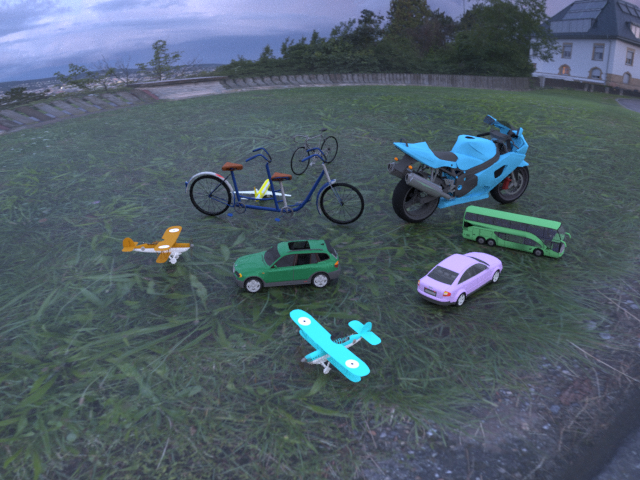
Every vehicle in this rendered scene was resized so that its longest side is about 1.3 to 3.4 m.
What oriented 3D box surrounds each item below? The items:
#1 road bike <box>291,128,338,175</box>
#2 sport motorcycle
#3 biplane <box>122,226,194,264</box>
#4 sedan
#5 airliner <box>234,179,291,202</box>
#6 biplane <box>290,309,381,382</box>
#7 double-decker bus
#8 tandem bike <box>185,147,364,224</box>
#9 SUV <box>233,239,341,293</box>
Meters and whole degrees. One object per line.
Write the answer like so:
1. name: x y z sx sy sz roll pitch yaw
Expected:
1. road bike: -0.101 -1.889 14.600 0.358 0.852 1.545 19 31 35
2. sport motorcycle: 2.538 -1.224 12.327 2.955 1.596 0.983 -11 28 -23
3. biplane: -2.486 0.101 10.809 1.090 0.504 1.336 -1 25 -2
4. sedan: 2.041 0.472 10.051 0.635 0.483 1.613 22 33 39
5. airliner: -1.092 -1.014 13.246 1.161 0.429 1.307 4 26 8
6. biplane: 0.222 1.271 8.342 1.090 0.504 1.336 -19 31 -35
7. double-decker bus: 3.133 -0.130 11.253 1.672 0.541 0.389 13 28 26
8. tandem bike: -0.814 -0.952 12.070 3.192 1.326 0.550 4 26 9
9. SUV: -0.488 0.339 10.217 1.572 0.580 0.656 -4 26 -8
